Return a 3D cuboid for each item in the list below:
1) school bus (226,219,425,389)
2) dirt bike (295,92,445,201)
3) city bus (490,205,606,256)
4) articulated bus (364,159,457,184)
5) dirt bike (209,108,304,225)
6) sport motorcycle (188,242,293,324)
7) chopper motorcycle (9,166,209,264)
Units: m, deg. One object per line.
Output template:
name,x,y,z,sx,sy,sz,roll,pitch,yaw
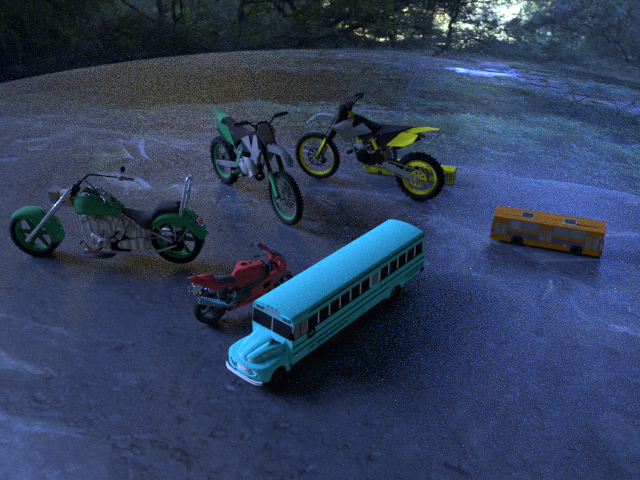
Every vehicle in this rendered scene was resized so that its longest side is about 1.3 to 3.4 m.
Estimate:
school bus,0.166,0.728,9.022,0.709,0.844,3.322,23,37,35
dirt bike,0.837,-1.649,12.383,2.903,1.666,1.024,14,32,23
city bus,3.545,-0.133,10.932,1.674,0.460,0.476,10,31,17
articulated bus,1.707,-1.332,13.221,1.749,0.289,0.311,10,31,18
dirt bike,-1.143,-1.399,11.941,1.024,1.666,2.903,-20,35,-31
sport motorcycle,-1.017,0.590,9.290,1.520,0.821,0.506,-18,34,-28
chopper motorcycle,-3.164,-0.363,10.302,3.040,1.480,0.906,4,30,7
